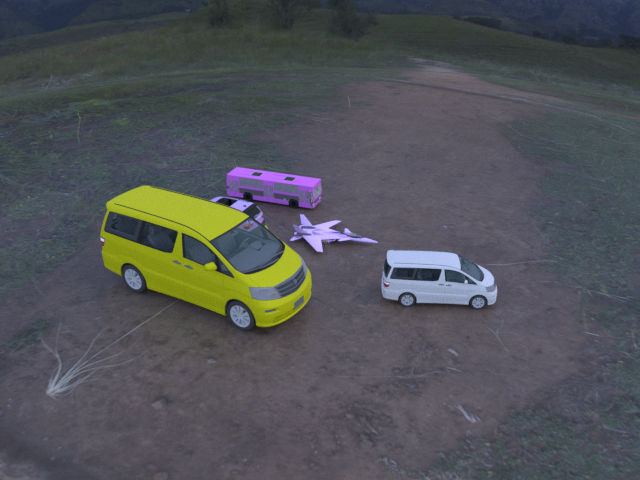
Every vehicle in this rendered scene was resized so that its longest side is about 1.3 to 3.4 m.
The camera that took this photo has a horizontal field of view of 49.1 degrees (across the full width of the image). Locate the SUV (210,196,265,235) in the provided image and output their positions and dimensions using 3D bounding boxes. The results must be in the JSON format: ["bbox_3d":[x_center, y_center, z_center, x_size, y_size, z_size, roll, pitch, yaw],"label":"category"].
[{"bbox_3d":[-1.659,-0.392,11.273,1.572,0.580,0.656,12,29,22],"label":"SUV"}]

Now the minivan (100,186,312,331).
[{"bbox_3d":[-1.558,0.171,9.477,3.011,1.197,1.324,15,31,27],"label":"minivan"}]

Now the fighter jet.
[{"bbox_3d":[0.254,-0.121,11.062,1.358,0.286,1.147,7,28,14],"label":"fighter jet"}]

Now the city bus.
[{"bbox_3d":[-0.819,-0.913,12.433,1.674,0.460,0.476,10,28,18],"label":"city bus"}]

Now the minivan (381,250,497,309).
[{"bbox_3d":[1.614,0.508,9.456,1.548,0.616,0.681,2,27,4],"label":"minivan"}]
